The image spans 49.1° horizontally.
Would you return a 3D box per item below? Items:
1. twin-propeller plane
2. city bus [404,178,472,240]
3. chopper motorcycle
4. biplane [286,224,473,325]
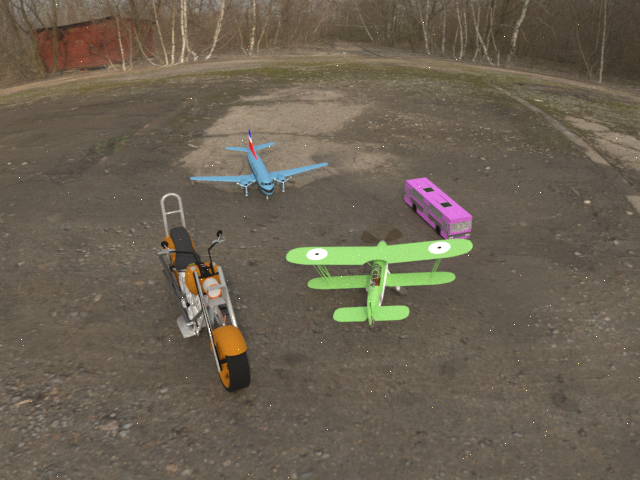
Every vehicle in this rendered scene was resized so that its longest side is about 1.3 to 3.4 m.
[{"bbox_3d":[-1.180,-1.456,13.457,2.663,0.792,2.129,-8,30,-13],"label":"twin-propeller plane"},{"bbox_3d":[2.019,-0.534,12.149,0.476,0.460,1.674,-10,31,-17],"label":"city bus"},{"bbox_3d":[-1.547,0.596,9.088,0.906,1.480,3.040,-13,32,-21],"label":"chopper motorcycle"},{"bbox_3d":[0.746,0.549,9.682,2.598,0.981,2.120,5,30,8],"label":"biplane"}]
